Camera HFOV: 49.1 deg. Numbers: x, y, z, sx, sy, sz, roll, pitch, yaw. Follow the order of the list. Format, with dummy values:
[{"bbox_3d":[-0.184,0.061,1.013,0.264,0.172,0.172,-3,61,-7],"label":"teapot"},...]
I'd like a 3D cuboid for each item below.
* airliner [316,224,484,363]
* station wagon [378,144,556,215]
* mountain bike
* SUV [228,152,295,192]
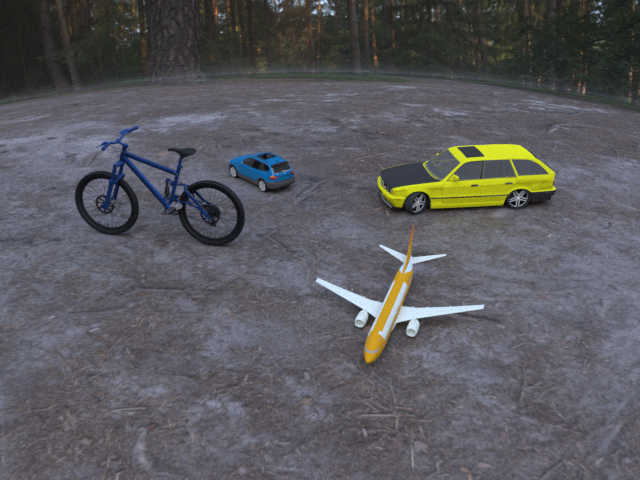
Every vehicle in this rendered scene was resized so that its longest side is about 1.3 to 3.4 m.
[{"bbox_3d":[0.939,0.654,8.961,2.257,0.835,2.541,8,27,16],"label":"airliner"},{"bbox_3d":[2.588,-1.155,12.551,3.105,0.920,1.327,-3,26,-7],"label":"station wagon"},{"bbox_3d":[-2.547,-0.771,10.898,2.857,1.688,1.114,6,27,12],"label":"mountain bike"},{"bbox_3d":[-1.132,-1.394,13.424,0.656,0.580,1.572,-20,33,-35],"label":"SUV"}]
